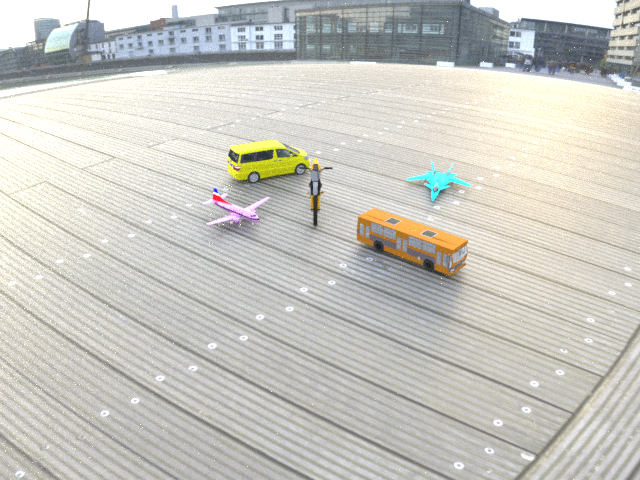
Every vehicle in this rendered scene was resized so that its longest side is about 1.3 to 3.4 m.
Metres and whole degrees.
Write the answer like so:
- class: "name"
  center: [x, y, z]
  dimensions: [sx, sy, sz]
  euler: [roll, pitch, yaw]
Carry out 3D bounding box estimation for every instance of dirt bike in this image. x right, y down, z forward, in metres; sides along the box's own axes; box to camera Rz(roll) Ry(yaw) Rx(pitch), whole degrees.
- class: "dirt bike"
  center: [-0.062, -0.862, 11.516]
  dimensions: [0.527, 0.857, 1.493]
  euler: [0, 27, 0]

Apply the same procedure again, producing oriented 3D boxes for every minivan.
- class: "minivan"
  center: [-0.937, -1.515, 13.051]
  dimensions: [1.548, 0.616, 0.681]
  euler: [-13, 30, -23]

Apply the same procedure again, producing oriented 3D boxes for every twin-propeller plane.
- class: "twin-propeller plane"
  center: [-1.378, -0.536, 11.374]
  dimensions: [1.095, 0.407, 1.370]
  euler: [21, 34, 35]

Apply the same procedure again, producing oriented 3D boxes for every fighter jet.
- class: "fighter jet"
  center: [2.105, -1.048, 12.503]
  dimensions: [1.147, 0.286, 1.358]
  euler: [7, 28, 14]

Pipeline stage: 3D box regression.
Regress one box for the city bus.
- class: "city bus"
  center: [1.318, 0.024, 10.226]
  dimensions: [1.674, 0.460, 0.476]
  euler: [22, 34, 36]
